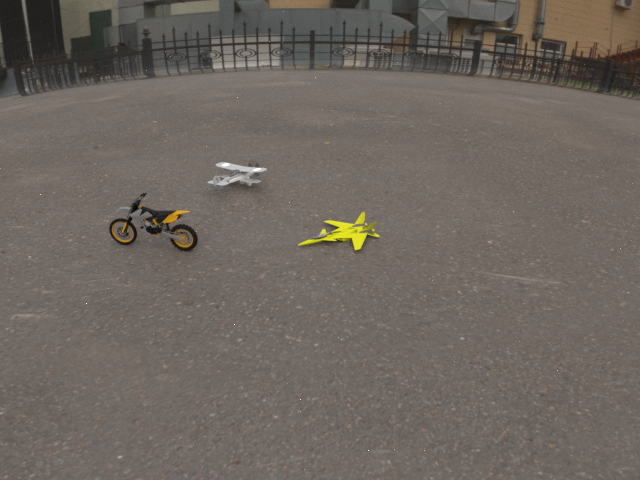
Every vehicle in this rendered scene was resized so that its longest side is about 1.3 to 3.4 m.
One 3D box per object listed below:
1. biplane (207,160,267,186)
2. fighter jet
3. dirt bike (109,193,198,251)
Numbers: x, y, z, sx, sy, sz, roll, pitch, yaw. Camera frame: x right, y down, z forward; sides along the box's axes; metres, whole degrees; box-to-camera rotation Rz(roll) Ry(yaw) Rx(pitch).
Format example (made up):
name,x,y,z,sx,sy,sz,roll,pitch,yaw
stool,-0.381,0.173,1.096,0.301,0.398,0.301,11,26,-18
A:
name,x,y,z,sx,sy,sz,roll,pitch,yaw
biplane,-1.620,-1.206,13.293,1.336,0.504,1.090,22,35,36
fighter jet,0.256,-0.130,11.477,1.358,0.286,1.147,-13,30,-23
dirt bike,-2.670,-0.254,11.100,1.493,0.857,0.527,5,28,10
